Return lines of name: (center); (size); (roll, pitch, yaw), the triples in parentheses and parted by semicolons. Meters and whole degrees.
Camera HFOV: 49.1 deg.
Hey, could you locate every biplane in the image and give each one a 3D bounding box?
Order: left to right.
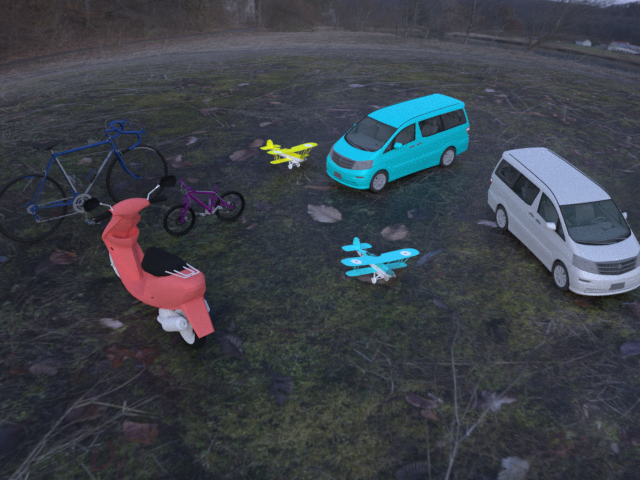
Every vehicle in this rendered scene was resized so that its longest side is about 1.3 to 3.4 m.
biplane: (-0.649, -1.719, 13.841); (1.090, 0.504, 1.336); (23, 37, 34)
biplane: (0.804, 0.299, 10.329); (1.336, 0.504, 1.090); (-17, 34, -27)

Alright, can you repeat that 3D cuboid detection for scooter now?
scooter: (-2.229, 0.218, 9.183); (1.288, 1.786, 2.721); (-22, 37, -33)

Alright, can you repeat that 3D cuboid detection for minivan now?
minivan: (1.519, -1.918, 13.491); (3.011, 1.197, 1.324); (-21, 36, -32)
minivan: (3.737, -0.356, 10.774); (1.324, 1.197, 3.011); (-7, 31, -12)

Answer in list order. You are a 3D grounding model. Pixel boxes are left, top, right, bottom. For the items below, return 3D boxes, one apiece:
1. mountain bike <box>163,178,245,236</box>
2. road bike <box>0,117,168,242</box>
mountain bike: (-1.897, -0.582, 11.496); (1.469, 0.868, 0.573); (-18, 34, -28)
road bike: (-3.855, -1.014, 11.458); (3.004, 1.656, 0.696); (-23, 37, -34)
